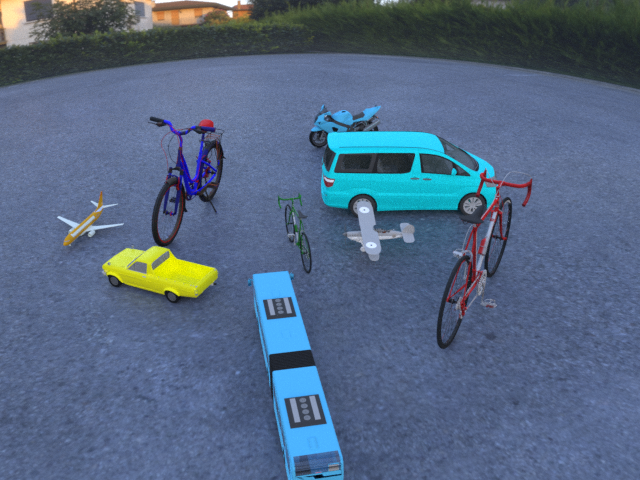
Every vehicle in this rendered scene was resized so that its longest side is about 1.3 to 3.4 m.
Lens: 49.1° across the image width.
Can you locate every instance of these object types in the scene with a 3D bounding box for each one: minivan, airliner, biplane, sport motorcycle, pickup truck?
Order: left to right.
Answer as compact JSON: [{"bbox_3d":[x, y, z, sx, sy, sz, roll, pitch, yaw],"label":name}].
[{"bbox_3d":[-3.735,-0.331,11.111,1.161,0.429,1.307,6,29,11],"label":"airliner"},{"bbox_3d":[-2.219,0.416,9.661,1.603,0.511,0.640,12,31,21],"label":"pickup truck"},{"bbox_3d":[0.514,-2.345,14.386,1.520,0.821,0.506,-7,29,-13],"label":"sport motorcycle"},{"bbox_3d":[0.886,-0.078,10.571,1.090,0.504,1.336,-2,29,-3],"label":"biplane"},{"bbox_3d":[1.527,-1.160,11.827,3.011,1.197,1.324,-1,29,-1],"label":"minivan"}]

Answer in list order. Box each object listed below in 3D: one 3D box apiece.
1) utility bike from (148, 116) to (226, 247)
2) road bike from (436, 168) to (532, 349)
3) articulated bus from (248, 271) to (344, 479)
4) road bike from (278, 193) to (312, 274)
[{"bbox_3d":[-1.966,-1.142,11.126,1.039,1.839,2.791,7,29,13],"label":"utility bike"},{"bbox_3d":[2.061,0.137,8.977,0.697,1.656,3.004,15,32,25],"label":"road bike"},{"bbox_3d":[-0.329,1.416,7.781,0.605,0.561,3.401,-5,29,-9],"label":"articulated bus"},{"bbox_3d":[-0.335,-0.145,10.332,0.358,0.852,1.545,-8,30,-14],"label":"road bike"}]
